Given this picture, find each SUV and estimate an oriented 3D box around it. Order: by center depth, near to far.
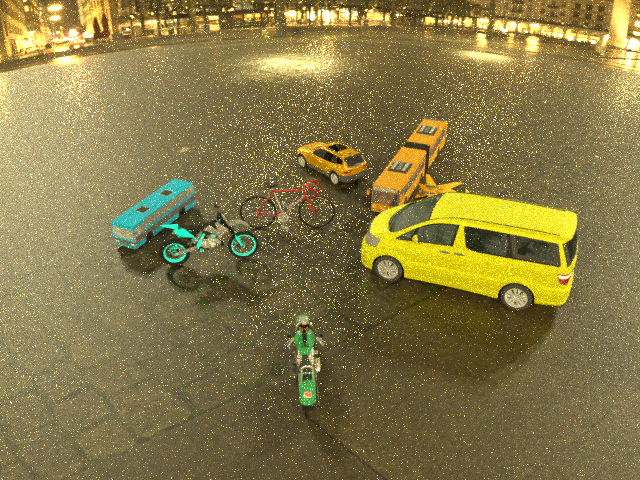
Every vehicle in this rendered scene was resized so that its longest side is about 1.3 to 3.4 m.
[{"bbox_3d":[0.210,-1.545,13.165,0.656,0.580,1.572,-23,38,-33],"label":"SUV"}]

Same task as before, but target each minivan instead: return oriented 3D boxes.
[{"bbox_3d":[2.091,0.022,10.000,3.011,1.197,1.324,12,33,19],"label":"minivan"}]

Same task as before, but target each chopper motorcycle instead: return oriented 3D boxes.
[{"bbox_3d":[-0.177,1.310,8.304,0.466,0.761,1.563,-2,31,-3],"label":"chopper motorcycle"}]

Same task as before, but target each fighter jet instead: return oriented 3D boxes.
[{"bbox_3d":[2.405,-0.816,12.252,1.358,0.286,1.147,14,34,22],"label":"fighter jet"}]

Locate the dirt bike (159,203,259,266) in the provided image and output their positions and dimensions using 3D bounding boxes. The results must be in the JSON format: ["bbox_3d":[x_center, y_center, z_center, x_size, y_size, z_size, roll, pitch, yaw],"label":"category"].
[{"bbox_3d":[-1.663,-0.041,10.430,1.493,0.857,0.527,-6,32,-9],"label":"dirt bike"}]

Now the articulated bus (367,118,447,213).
[{"bbox_3d":[1.713,-1.445,13.019,0.605,0.561,3.401,12,33,19],"label":"articulated bus"}]

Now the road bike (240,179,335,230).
[{"bbox_3d":[-0.528,-0.559,11.286,1.545,0.852,0.358,0,31,-1],"label":"road bike"}]

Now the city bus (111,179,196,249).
[{"bbox_3d":[-2.682,-0.433,11.455,0.476,0.460,1.674,14,34,22],"label":"city bus"}]
